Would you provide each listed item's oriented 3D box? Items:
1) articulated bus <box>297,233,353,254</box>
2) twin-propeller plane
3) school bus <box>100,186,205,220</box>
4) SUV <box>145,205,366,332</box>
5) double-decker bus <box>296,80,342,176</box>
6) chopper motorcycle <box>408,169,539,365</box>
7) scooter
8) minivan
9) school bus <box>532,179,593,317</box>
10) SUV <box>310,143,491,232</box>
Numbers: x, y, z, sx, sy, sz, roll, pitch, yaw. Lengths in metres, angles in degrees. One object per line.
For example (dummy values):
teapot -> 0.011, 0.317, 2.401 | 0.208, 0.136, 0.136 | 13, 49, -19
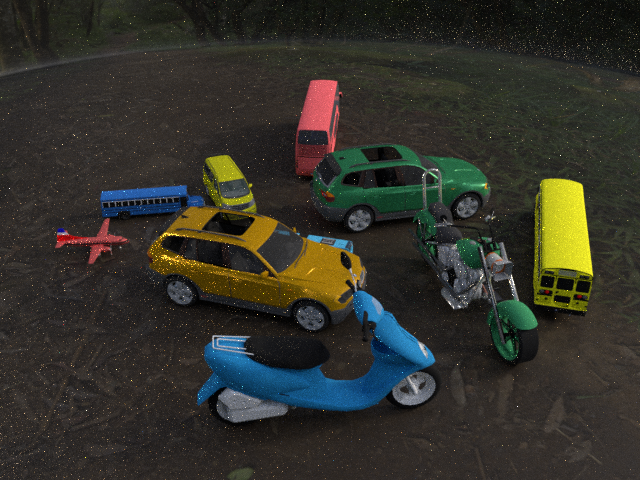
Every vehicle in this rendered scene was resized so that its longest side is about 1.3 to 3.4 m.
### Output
articulated bus -> -0.366, 0.062, 10.866 | 1.749, 0.289, 0.311 | 9, 32, 14
twin-propeller plane -> -3.533, -0.021, 10.890 | 1.095, 0.407, 1.370 | -2, 31, -4
school bus -> -2.832, -0.647, 11.914 | 1.708, 0.434, 0.365 | -5, 31, -8
SUV -> -0.889, 0.292, 9.660 | 3.058, 1.128, 1.276 | 9, 32, 15
double-decker bus -> -0.008, -2.350, 14.169 | 0.756, 1.052, 3.251 | 2, 31, 4
chopper motorcycle -> 2.016, 0.271, 9.351 | 0.906, 1.480, 3.040 | -9, 32, -15
scooter -> 0.028, 1.214, 7.469 | 2.721, 1.786, 1.288 | -4, 31, -7
minivan -> -1.592, -0.914, 12.185 | 0.681, 0.616, 1.548 | -12, 33, -19
school bus -> 3.610, -0.070, 10.545 | 0.709, 0.844, 3.322 | 8, 32, 13
SUV -> 1.359, -0.997, 11.823 | 3.058, 1.128, 1.276 | -7, 32, -12
